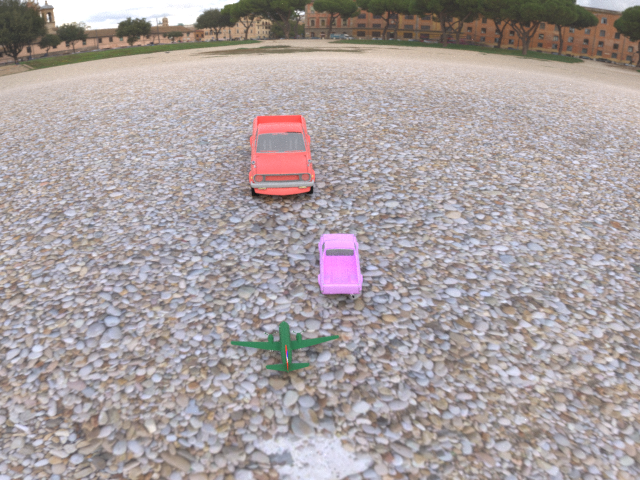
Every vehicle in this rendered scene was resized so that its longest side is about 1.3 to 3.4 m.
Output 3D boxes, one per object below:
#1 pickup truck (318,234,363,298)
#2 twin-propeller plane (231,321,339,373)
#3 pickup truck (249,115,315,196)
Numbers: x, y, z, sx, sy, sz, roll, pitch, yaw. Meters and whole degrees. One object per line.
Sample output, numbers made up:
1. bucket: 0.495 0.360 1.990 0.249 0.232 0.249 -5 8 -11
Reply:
1. pickup truck: 0.290 0.307 10.406 0.640 0.511 1.603 0 29 0
2. twin-propeller plane: -0.430 1.279 8.745 1.370 0.407 1.095 -3 29 -5
3. pickup truck: -0.775 -1.830 13.798 1.244 0.993 3.117 -2 29 -3
